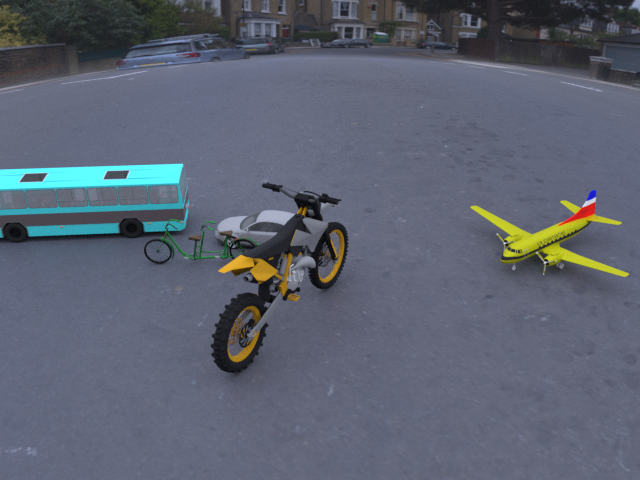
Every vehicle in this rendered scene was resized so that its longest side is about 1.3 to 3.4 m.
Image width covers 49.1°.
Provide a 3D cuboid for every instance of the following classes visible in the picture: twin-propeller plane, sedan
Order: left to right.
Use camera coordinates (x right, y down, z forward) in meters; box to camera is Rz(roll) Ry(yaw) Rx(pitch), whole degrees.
[{"bbox_3d":[-0.778,-0.166,10.448,1.613,0.483,0.635,5,28,10],"label":"sedan"},{"bbox_3d":[3.328,-0.137,10.061,2.129,0.792,2.663,-19,33,-32],"label":"twin-propeller plane"}]

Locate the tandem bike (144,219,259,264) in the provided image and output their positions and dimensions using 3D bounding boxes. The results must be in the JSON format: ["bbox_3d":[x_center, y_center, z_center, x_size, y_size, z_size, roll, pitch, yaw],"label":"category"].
[{"bbox_3d":[-1.670,0.040,9.842,1.642,0.682,0.283,0,28,0],"label":"tandem bike"}]

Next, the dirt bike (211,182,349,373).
[{"bbox_3d":[-0.389,0.281,8.324,1.024,1.666,2.903,15,31,26],"label":"dirt bike"}]

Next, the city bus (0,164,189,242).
[{"bbox_3d":[-3.707,-0.568,10.772,3.255,0.894,0.926,-2,28,-4],"label":"city bus"}]
